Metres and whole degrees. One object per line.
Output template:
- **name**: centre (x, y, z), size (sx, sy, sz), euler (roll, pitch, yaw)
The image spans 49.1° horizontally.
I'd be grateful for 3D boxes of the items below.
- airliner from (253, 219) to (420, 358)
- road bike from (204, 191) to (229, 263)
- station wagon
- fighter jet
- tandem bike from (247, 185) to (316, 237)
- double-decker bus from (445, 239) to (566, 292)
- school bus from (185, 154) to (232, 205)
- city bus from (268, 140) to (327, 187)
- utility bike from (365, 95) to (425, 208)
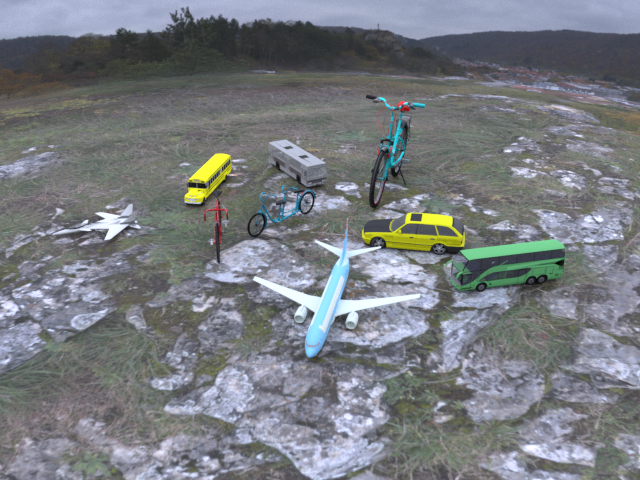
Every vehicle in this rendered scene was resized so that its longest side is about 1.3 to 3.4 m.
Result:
- **airliner**: centre (0.142, 0.580, 9.011), size (2.257, 0.835, 2.541), euler (5, 26, 11)
- **road bike**: centre (-1.564, -0.272, 10.744), size (0.358, 0.852, 1.545), euler (-3, 26, -5)
- **station wagon**: centre (1.454, -0.148, 10.920), size (1.597, 0.473, 0.682), euler (5, 26, 10)
- **fighter jet**: centre (-3.664, -0.281, 11.407), size (1.358, 0.286, 1.147), euler (-11, 28, -21)
- **tandem bike**: centre (-0.607, -0.570, 11.549), size (0.283, 0.682, 1.642), euler (21, 33, 36)
- **double-decker bus**: centre (2.608, 0.359, 9.801), size (1.672, 0.541, 0.389), euler (-6, 27, -12)
- **school bus**: centre (-2.069, -1.128, 12.979), size (0.365, 0.434, 1.708), euler (5, 26, 11)
- **city bus**: centre (-0.463, -1.500, 13.713), size (0.476, 0.460, 1.674), euler (-14, 29, -26)
- **utility bike**: centre (1.398, -1.765, 12.683), size (1.039, 1.839, 2.791), euler (8, 27, 16)
